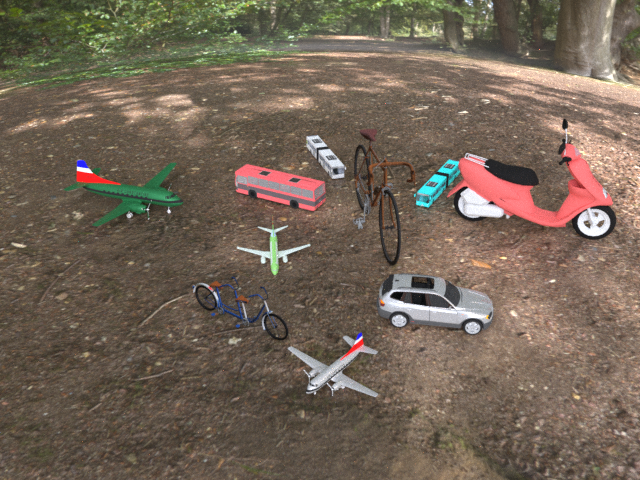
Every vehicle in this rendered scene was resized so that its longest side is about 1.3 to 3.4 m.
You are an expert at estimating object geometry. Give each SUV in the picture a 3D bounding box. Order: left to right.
[{"bbox_3d":[1.557,0.823,9.471,1.572,0.580,0.656,5,30,8],"label":"SUV"}]

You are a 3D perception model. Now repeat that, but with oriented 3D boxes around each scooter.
[{"bbox_3d":[3.484,-0.965,11.390,2.721,1.786,1.288,10,31,17],"label":"scooter"}]

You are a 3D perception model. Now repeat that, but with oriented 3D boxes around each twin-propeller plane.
[{"bbox_3d":[-3.379,-0.931,12.334,2.129,0.792,2.663,9,31,16],"label":"twin-propeller plane"},{"bbox_3d":[0.195,1.503,8.453,1.370,0.407,1.095,23,37,34],"label":"twin-propeller plane"}]

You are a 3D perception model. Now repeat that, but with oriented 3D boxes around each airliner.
[{"bbox_3d":[-0.720,0.088,10.913,1.161,0.429,1.307,-2,30,-4],"label":"airliner"}]

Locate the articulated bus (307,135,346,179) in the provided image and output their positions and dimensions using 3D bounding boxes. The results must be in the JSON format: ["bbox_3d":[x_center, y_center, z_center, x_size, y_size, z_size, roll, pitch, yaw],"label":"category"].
[{"bbox_3d":[0.094,-1.701,14.193,0.311,0.289,1.749,-9,31,-16],"label":"articulated bus"}]

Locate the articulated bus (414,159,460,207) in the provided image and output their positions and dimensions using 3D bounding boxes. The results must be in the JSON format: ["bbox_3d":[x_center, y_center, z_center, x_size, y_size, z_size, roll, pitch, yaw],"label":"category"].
[{"bbox_3d":[2.233,-1.079,13.102,0.311,0.289,1.749,15,33,25],"label":"articulated bus"}]

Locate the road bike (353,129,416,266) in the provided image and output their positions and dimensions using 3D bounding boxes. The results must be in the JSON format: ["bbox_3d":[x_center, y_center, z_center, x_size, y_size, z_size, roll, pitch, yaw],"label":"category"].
[{"bbox_3d":[0.898,-0.855,11.328,0.697,1.656,3.004,-5,30,-9],"label":"road bike"}]

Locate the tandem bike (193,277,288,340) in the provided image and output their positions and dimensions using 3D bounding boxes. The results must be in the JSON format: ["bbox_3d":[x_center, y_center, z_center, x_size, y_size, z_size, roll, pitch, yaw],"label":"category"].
[{"bbox_3d":[-1.088,0.840,9.339,1.642,0.682,0.283,18,34,29],"label":"tandem bike"}]

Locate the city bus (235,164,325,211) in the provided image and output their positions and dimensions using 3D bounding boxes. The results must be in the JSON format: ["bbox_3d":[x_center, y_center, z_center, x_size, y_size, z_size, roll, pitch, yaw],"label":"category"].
[{"bbox_3d":[-0.731,-0.940,12.685,1.674,0.460,0.476,15,33,24],"label":"city bus"}]
